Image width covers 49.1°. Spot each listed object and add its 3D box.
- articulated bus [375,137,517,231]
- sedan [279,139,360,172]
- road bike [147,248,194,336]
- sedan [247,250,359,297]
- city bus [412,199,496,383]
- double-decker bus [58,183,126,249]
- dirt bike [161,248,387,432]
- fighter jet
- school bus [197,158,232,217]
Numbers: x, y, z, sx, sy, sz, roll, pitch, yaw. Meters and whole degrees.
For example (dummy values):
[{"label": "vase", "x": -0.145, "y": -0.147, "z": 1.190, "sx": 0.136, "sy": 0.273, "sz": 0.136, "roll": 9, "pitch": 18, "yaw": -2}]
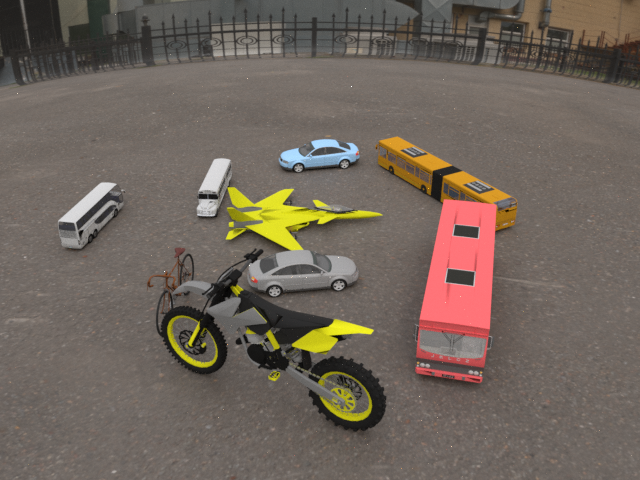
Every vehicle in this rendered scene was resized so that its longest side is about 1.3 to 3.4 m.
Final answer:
[{"label": "articulated bus", "x": 2.185, "y": -1.093, "z": 12.719, "sx": 0.605, "sy": 0.561, "sz": 3.401, "roll": -16, "pitch": 33, "yaw": -26}, {"label": "sedan", "x": -0.018, "y": -1.707, "z": 13.892, "sx": 1.613, "sy": 0.483, "sz": 0.635, "roll": -6, "pitch": 30, "yaw": -11}, {"label": "road bike", "x": -1.941, "y": 0.606, "z": 9.398, "sx": 0.358, "sy": 0.852, "sz": 1.545, "roll": 4, "pitch": 30, "yaw": 7}, {"label": "sedan", "x": -0.241, "y": 0.427, "z": 10.094, "sx": 1.613, "sy": 0.483, "sz": 0.635, "roll": -5, "pitch": 30, "yaw": -8}, {"label": "city bus", "x": 1.885, "y": 0.566, "z": 9.426, "sx": 0.926, "sy": 0.894, "sz": 3.255, "roll": 7, "pitch": 30, "yaw": 12}, {"label": "double-decker bus", "x": -3.751, "y": -0.444, "z": 11.585, "sx": 0.389, "sy": 0.541, "sz": 1.672, "roll": 5, "pitch": 30, "yaw": 10}, {"label": "dirt bike", "x": -0.614, "y": 1.099, "z": 7.689, "sx": 2.903, "sy": 1.666, "sz": 1.024, "roll": 14, "pitch": 32, "yaw": 24}, {"label": "fighter jet", "x": -0.250, "y": -0.511, "z": 11.688, "sx": 2.640, "sy": 0.557, "sz": 2.229, "roll": -3, "pitch": 29, "yaw": -5}, {"label": "school bus", "x": -1.893, "y": -0.942, "z": 12.581, "sx": 0.365, "sy": 0.434, "sz": 1.708, "roll": 2, "pitch": 29, "yaw": 3}]
